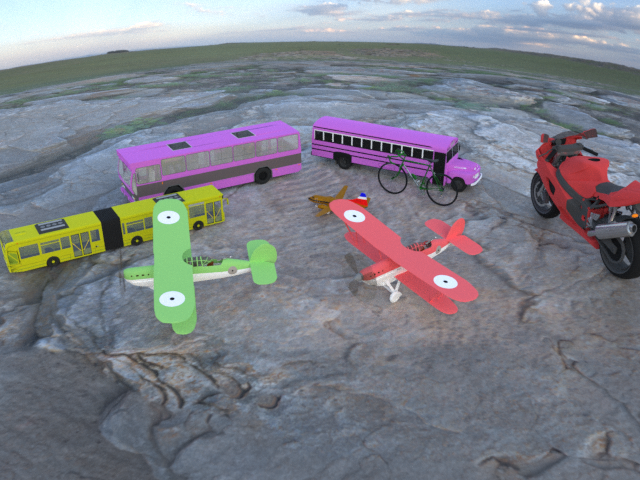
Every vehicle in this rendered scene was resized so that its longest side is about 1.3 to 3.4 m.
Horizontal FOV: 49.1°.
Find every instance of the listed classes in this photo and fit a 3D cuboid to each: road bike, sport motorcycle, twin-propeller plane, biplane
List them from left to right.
[{"bbox_3d":[-1.612,0.404,9.240,2.120,0.981,2.598,-5,28,-10],"label":"biplane"},{"bbox_3d":[0.299,-0.686,11.913,1.095,0.407,1.370,11,30,20],"label":"twin-propeller plane"},{"bbox_3d":[1.282,0.234,9.561,2.120,0.981,2.598,-21,34,-34],"label":"biplane"},{"bbox_3d":[1.696,-1.094,12.208,1.545,0.852,0.358,17,32,28],"label":"road bike"},{"bbox_3d":[4.058,-0.636,10.547,0.983,1.596,2.955,-7,29,-14],"label":"sport motorcycle"}]

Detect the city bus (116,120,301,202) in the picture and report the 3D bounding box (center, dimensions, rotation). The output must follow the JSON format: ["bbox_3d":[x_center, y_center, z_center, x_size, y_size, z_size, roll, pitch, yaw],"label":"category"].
[{"bbox_3d":[-1.951,-1.395,12.731,3.255,0.894,0.926,-15,31,-26],"label":"city bus"}]

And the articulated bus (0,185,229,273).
[{"bbox_3d":[-3.090,-0.212,10.853,3.401,0.561,0.605,-16,32,-27],"label":"articulated bus"}]

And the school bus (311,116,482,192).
[{"bbox_3d":[1.435,-1.677,13.318,3.322,0.844,0.709,14,31,25],"label":"school bus"}]
